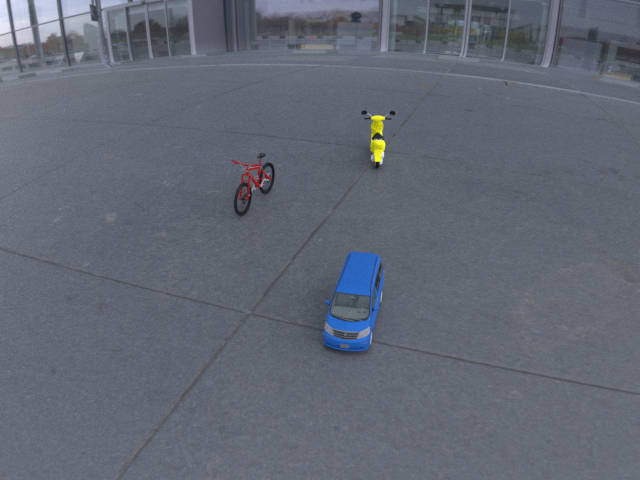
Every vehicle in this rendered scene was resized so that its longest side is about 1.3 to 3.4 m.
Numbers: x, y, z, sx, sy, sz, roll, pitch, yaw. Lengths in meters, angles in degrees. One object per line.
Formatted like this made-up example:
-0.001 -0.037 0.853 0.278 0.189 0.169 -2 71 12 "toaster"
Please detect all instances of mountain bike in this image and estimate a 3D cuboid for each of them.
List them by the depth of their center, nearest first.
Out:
-1.115 -1.024 11.961 0.573 0.868 1.469 11 31 19 "mountain bike"

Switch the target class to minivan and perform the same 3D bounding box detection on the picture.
0.459 0.771 9.039 0.681 0.616 1.548 6 30 11 "minivan"

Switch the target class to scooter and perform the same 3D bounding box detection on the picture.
1.127 -2.030 13.692 0.662 0.919 1.399 1 29 3 "scooter"
